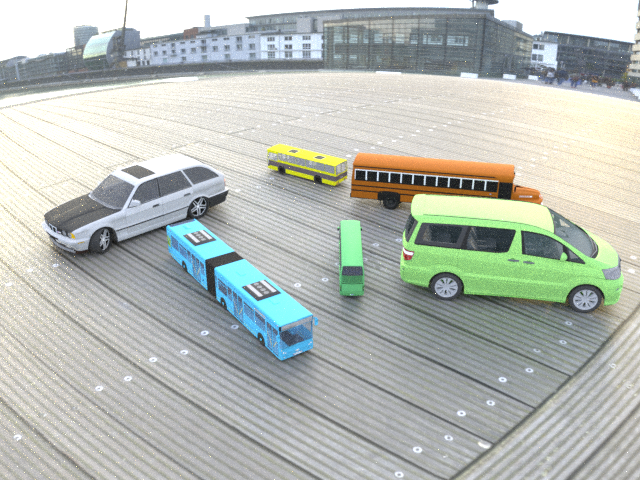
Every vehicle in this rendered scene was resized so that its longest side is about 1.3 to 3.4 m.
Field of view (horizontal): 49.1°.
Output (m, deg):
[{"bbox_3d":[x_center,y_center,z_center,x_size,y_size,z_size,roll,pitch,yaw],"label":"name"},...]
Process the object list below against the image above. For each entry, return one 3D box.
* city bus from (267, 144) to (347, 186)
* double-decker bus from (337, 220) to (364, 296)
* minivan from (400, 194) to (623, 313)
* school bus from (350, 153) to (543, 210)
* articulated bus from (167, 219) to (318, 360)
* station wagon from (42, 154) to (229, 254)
[{"bbox_3d":[-0.268,-1.467,13.751,1.674,0.460,0.476,18,31,31],"label":"city bus"},{"bbox_3d":[0.452,0.219,10.275,0.389,0.541,1.672,0,26,1],"label":"double-decker bus"},{"bbox_3d":[2.650,0.124,9.730,3.011,1.197,1.324,5,27,9],"label":"minivan"},{"bbox_3d":[2.222,-0.959,12.299,3.322,0.844,0.709,6,27,12],"label":"school bus"},{"bbox_3d":[-1.197,0.562,9.562,0.605,0.561,3.401,-17,31,-30],"label":"articulated bus"},{"bbox_3d":[-3.056,-0.707,11.708,1.327,0.920,3.105,24,35,39],"label":"station wagon"}]
